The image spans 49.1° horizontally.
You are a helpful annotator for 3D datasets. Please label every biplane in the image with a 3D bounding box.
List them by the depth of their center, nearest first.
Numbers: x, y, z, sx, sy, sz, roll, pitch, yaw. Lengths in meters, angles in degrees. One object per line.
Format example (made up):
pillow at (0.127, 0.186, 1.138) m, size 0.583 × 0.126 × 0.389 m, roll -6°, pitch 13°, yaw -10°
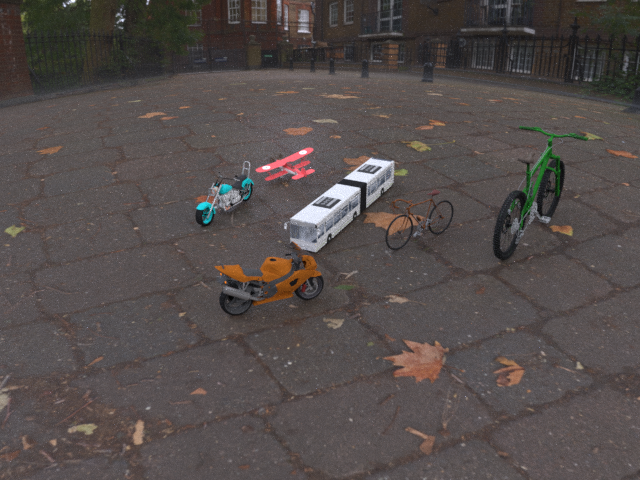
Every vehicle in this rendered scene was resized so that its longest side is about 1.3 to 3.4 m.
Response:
biplane at (-0.597, -1.407, 13.848) m, size 1.336 × 0.504 × 1.090 m, roll -18°, pitch 31°, yaw -32°

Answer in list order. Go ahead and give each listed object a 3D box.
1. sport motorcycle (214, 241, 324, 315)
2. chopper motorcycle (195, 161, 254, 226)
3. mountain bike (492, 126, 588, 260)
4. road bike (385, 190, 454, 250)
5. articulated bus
sport motorcycle at (-0.655, 0.544, 9.426) m, size 1.520 × 0.821 × 0.506 m, roll -10°, pitch 27°, yaw -20°
chopper motorcycle at (-1.675, -0.830, 12.353) m, size 0.466 × 0.761 × 1.563 m, roll 14°, pitch 29°, yaw 26°
mountain bike at (3.443, -0.806, 11.233) m, size 1.114 × 1.688 × 2.857 m, roll 17°, pitch 31°, yaw 32°
road bike at (1.630, -0.362, 11.275) m, size 1.545 × 0.852 × 0.358 m, roll -19°, pitch 31°, yaw -34°
articulated bus at (0.468, -0.702, 12.316) m, size 0.605 × 0.561 × 3.401 m, roll 12°, pitch 28°, yaw 24°
